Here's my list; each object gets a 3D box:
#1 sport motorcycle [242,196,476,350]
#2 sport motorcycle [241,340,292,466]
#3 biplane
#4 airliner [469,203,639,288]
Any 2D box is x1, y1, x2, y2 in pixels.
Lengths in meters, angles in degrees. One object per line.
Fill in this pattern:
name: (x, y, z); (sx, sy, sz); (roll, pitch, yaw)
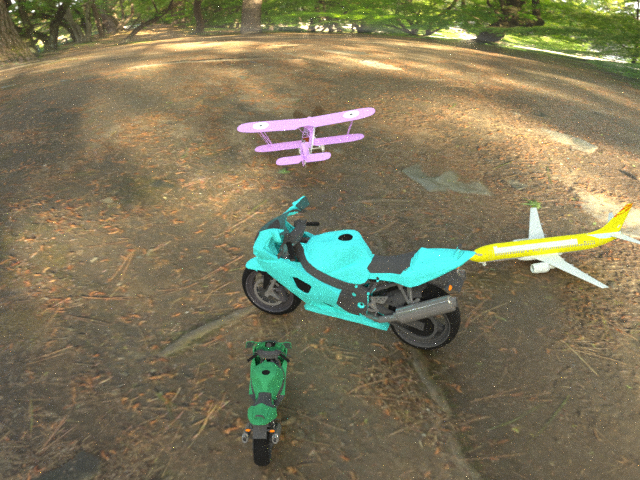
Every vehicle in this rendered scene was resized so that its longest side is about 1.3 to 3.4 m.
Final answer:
sport motorcycle: (0.366, 0.481, 8.701); (2.955, 1.596, 0.983); (11, 33, 16)
sport motorcycle: (-0.572, 1.671, 7.521); (0.506, 0.821, 1.520); (1, 32, 1)
biplane: (-0.289, -1.855, 13.044); (2.598, 0.981, 2.120); (2, 32, 2)
airliner: (3.394, -0.067, 10.305); (2.541, 0.835, 2.257); (-6, 32, -9)
